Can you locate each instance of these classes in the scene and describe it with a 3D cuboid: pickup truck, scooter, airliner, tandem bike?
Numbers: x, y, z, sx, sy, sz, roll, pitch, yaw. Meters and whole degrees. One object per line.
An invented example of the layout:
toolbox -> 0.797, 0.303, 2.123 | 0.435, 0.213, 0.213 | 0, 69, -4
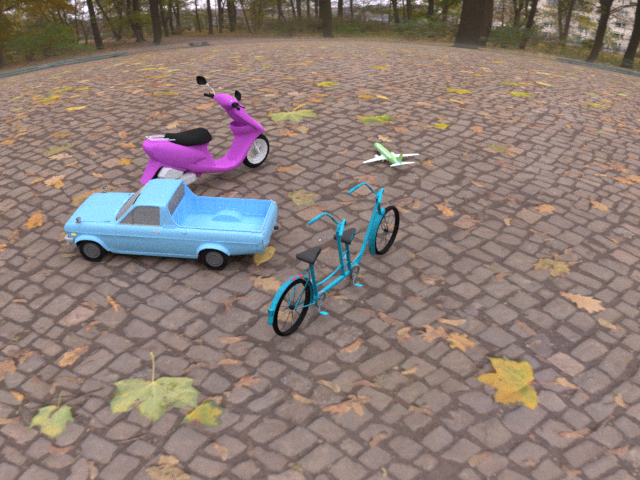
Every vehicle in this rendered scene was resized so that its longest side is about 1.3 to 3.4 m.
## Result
pickup truck -> -2.221, -0.319, 10.569 | 3.117, 0.993, 1.244 | 4, 31, 6
scooter -> -1.979, -1.818, 12.312 | 2.721, 1.786, 1.288 | -25, 39, -36
airliner -> 1.313, -1.715, 13.465 | 1.161, 0.429, 1.307 | -10, 32, -17
tandem bike -> 0.290, 0.135, 9.480 | 0.550, 1.326, 3.192 | 20, 36, 29
